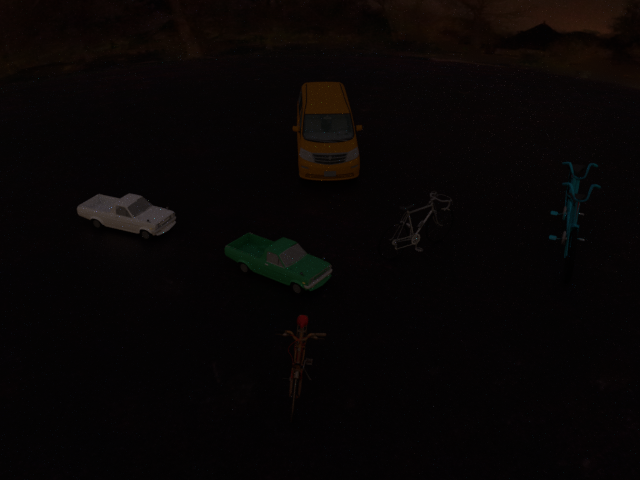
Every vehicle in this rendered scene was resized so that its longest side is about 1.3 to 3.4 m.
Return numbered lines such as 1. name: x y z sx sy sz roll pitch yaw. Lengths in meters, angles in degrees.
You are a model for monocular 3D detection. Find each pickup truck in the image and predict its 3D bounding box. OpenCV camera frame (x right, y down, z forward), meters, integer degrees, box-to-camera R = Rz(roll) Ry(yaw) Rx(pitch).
1. pickup truck: -3.151 -0.452 11.379 1.603 0.511 0.640 12 31 21
2. pickup truck: -0.613 0.262 10.055 1.603 0.511 0.640 19 34 31

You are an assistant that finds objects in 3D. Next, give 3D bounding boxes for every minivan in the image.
1. minivan: 0.118 -2.186 13.872 1.324 1.197 3.011 -1 28 -2

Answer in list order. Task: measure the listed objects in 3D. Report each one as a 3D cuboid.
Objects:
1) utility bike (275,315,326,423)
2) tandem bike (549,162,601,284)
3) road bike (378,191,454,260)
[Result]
1. utility bike: -0.195 1.273 7.721 0.535 0.946 1.435 1 28 2
2. tandem bike: 3.876 -0.549 10.701 0.550 1.326 3.192 9 29 15
3. road bike: 1.478 -0.222 10.594 1.545 0.852 0.358 -19 34 -31
